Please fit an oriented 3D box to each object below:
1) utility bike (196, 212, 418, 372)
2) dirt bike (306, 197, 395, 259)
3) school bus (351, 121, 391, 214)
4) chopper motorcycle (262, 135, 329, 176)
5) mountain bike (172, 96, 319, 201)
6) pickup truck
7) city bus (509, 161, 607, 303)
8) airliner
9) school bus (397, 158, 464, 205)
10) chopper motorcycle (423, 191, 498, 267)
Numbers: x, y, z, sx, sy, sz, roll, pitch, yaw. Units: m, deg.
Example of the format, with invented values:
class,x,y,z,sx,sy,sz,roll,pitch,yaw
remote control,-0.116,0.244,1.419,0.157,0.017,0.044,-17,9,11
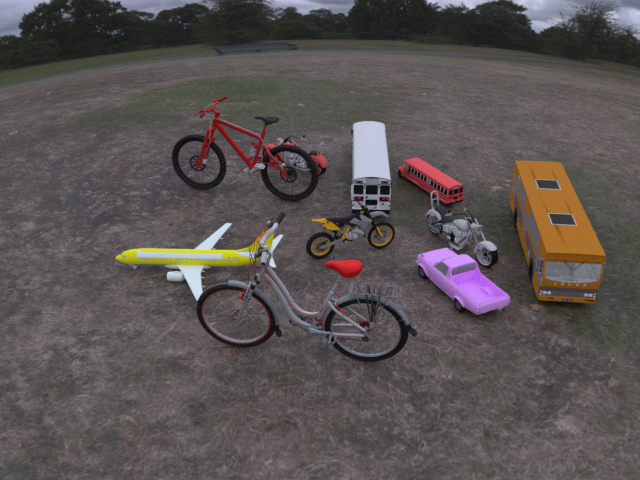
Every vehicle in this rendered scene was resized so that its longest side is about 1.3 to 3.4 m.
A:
class,x,y,z,sx,sy,sz,roll,pitch,yaw
utility bike,-0.210,0.739,8.414,2.791,1.839,1.039,5,30,8
dirt bike,0.494,-0.164,11.009,1.493,0.857,0.527,-9,31,-15
school bus,0.945,-1.488,13.364,0.709,0.844,3.322,1,29,2
chopper motorcycle,-0.514,-1.739,13.892,1.563,0.761,0.466,20,35,31
mountain bike,-1.402,-1.586,12.680,2.857,1.688,1.114,8,30,14
pickup truck,2.032,0.541,10.113,0.640,0.511,1.603,-13,32,-22
city bus,3.632,-0.210,11.051,0.926,0.894,3.255,3,30,5
airliner,-1.867,0.109,10.549,2.541,0.835,2.257,2,30,3
school bus,2.037,-1.143,13.170,0.365,0.434,1.708,-14,32,-24
chopper motorcycle,2.246,-0.186,11.144,0.466,0.761,1.563,-18,34,-28
